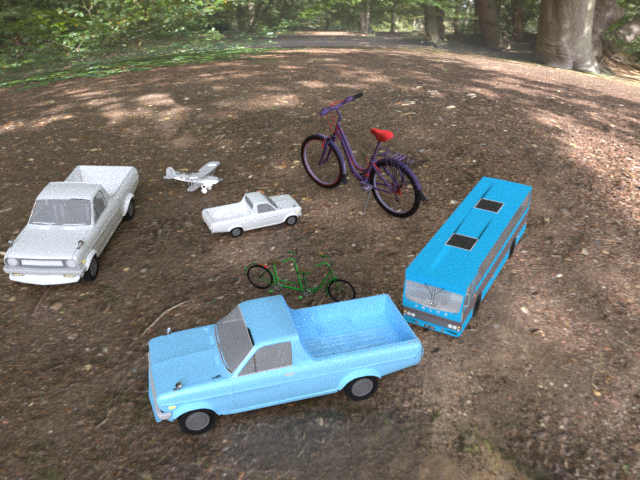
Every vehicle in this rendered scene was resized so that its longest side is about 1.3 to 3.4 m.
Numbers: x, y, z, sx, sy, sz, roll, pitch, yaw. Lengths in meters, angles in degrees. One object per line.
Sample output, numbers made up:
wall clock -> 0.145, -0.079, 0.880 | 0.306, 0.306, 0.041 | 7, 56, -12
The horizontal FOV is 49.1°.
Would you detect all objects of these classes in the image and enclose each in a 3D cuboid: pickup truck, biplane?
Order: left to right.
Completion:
pickup truck -> -3.787, -0.423, 10.957 | 1.244, 0.993, 3.117 | 1, 30, 2
biplane -> -2.268, -1.136, 12.689 | 1.090, 0.504, 1.336 | 6, 30, 11
pickup truck -> -1.113, -0.471, 11.524 | 1.603, 0.511, 0.640 | -13, 32, -21
pickup truck -> -0.420, 1.244, 8.054 | 3.117, 0.993, 1.244 | -9, 31, -15

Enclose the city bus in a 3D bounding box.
city bus -> 2.188, 0.150, 10.059 | 0.926, 0.894, 3.255 | 15, 33, 25

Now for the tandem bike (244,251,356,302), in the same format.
tandem bike -> -0.294, 0.489, 9.681 | 1.642, 0.682, 0.283 | 9, 31, 16

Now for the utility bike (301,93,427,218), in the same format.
utility bike -> 0.606, -1.408, 11.822 | 2.791, 1.839, 1.039 | 25, 38, 36
